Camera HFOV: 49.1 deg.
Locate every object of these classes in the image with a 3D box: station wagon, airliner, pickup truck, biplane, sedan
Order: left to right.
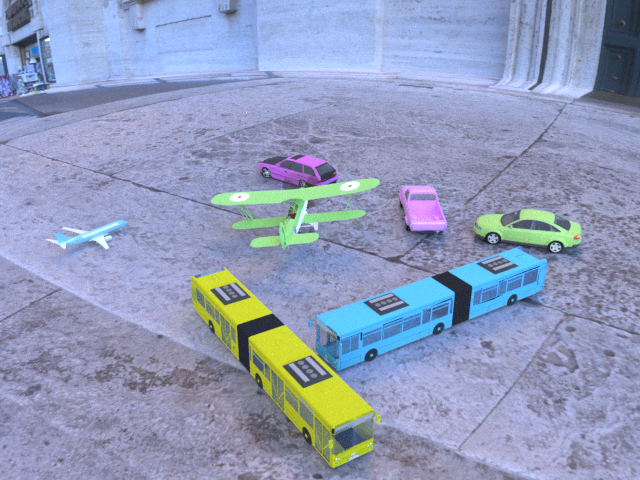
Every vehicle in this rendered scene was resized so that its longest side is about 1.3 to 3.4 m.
[{"bbox_3d":[-3.516,-0.169,10.790,1.161,0.429,1.307,20,32,34],"label":"airliner"},{"bbox_3d":[-0.438,-0.352,10.539,2.598,0.981,2.120,3,27,6],"label":"biplane"},{"bbox_3d":[-0.440,-1.344,13.112,1.597,0.473,0.682,20,33,34],"label":"station wagon"},{"bbox_3d":[1.676,-0.565,11.498,0.640,0.511,1.603,0,26,0],"label":"pickup truck"},{"bbox_3d":[3.192,-0.200,10.792,1.613,0.483,0.635,8,28,16],"label":"sedan"}]

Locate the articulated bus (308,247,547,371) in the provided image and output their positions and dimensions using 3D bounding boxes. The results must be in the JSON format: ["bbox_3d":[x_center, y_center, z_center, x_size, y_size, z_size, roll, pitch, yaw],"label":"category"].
[{"bbox_3d":[1.460,0.784,8.718,3.401,0.561,0.605,-16,30,-29],"label":"articulated bus"}]

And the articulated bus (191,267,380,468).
[{"bbox_3d":[-0.557,1.247,7.784,0.605,0.561,3.401,-15,30,-28],"label":"articulated bus"}]
